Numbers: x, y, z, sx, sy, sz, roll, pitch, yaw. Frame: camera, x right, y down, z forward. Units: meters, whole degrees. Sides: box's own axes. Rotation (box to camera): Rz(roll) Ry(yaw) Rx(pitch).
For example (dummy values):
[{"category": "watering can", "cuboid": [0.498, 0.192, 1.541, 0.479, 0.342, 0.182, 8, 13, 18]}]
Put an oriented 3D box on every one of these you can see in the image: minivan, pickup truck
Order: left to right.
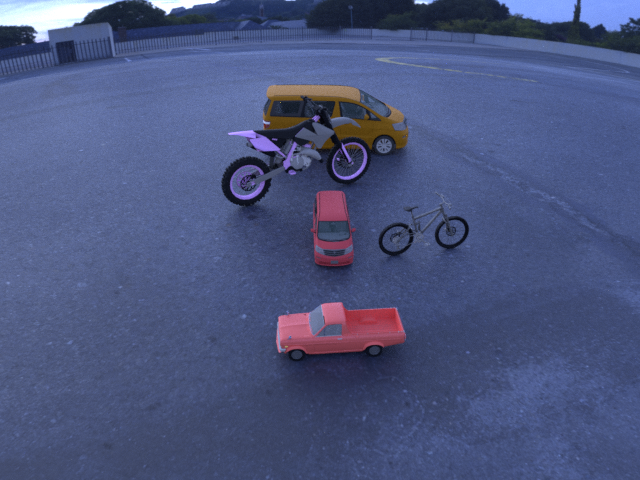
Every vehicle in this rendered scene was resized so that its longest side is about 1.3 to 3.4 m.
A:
[{"category": "minivan", "cuboid": [0.192, -0.193, 10.924, 0.681, 0.616, 1.548, -1, 30, -1]}, {"category": "minivan", "cuboid": [0.328, -2.518, 14.444, 3.011, 1.197, 1.324, 0, 29, 1]}, {"category": "pickup truck", "cuboid": [0.250, 1.096, 8.751, 1.603, 0.511, 0.640, -3, 30, -5]}]

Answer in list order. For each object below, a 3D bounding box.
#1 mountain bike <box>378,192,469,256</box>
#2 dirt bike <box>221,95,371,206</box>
[{"category": "mountain bike", "cuboid": [1.602, -0.198, 10.677, 1.469, 0.868, 0.573, -7, 30, -12]}, {"category": "dirt bike", "cuboid": [-0.372, -1.563, 12.278, 2.903, 1.666, 1.024, -13, 32, -22]}]
